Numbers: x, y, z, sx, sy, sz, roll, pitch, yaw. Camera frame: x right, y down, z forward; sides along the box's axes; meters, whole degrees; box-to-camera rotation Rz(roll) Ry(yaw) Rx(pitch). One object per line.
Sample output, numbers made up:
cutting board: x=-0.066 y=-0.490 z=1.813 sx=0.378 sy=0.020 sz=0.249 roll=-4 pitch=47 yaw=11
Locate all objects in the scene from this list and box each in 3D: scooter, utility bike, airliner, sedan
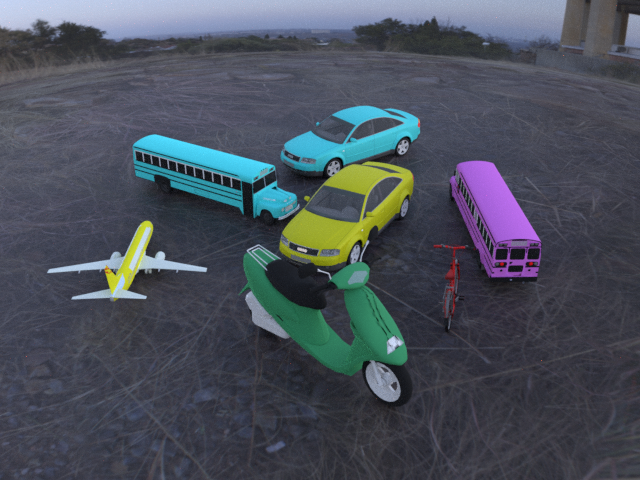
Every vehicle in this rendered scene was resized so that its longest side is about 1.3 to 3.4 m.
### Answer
scooter: x=-0.003 y=0.724 z=8.151 sx=2.721 sy=1.786 sz=1.288 roll=25 pitch=38 yaw=36
utility bike: x=1.719 y=0.559 z=9.301 sx=0.535 sy=0.946 sz=1.435 roll=8 pitch=30 yaw=14
airliner: x=-2.756 y=0.134 z=10.169 sx=2.257 sy=0.835 sz=2.541 roll=0 pitch=29 yaw=-1
sedan: x=0.642 y=-2.077 z=13.991 sx=3.137 sy=0.940 sz=1.235 roll=-21 pitch=35 yaw=-32
sedan: x=0.494 y=-0.543 z=11.265 sx=1.235 sy=0.940 sz=3.137 roll=16 pitch=33 yaw=26

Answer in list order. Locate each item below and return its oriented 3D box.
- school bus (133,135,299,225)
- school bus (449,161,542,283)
school bus: x=-1.866 y=-1.108 z=12.366 sx=3.322 sy=0.844 sz=0.709 roll=17 pitch=34 yaw=28
school bus: x=2.691 y=-0.442 z=11.183 sx=0.709 sy=0.844 sz=3.322 roll=-1 pitch=29 yaw=-1
